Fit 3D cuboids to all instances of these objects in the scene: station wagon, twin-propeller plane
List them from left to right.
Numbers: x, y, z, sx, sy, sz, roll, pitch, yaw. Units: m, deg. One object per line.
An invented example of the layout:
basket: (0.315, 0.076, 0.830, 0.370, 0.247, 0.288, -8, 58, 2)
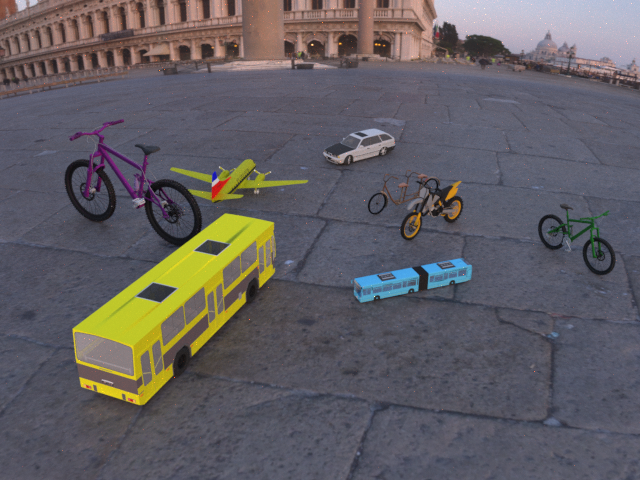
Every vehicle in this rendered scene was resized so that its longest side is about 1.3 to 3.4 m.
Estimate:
twin-propeller plane: (-1.554, -1.164, 12.645, 2.663, 0.792, 2.129, 7, 27, 13)
station wagon: (0.820, -1.974, 14.614, 1.597, 0.473, 0.682, -19, 32, -32)

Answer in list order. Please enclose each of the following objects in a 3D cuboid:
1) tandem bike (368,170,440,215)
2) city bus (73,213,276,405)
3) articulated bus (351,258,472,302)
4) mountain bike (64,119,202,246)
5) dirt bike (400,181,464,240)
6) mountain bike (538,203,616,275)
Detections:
tandem bike: (1.496, -0.901, 12.244, 1.642, 0.682, 0.283, -17, 31, -30)
city bus: (-1.623, 0.741, 8.735, 0.926, 0.894, 3.255, 11, 29, 21)
articulated bus: (1.299, 0.555, 9.781, 1.749, 0.289, 0.311, -10, 28, -18)
mountain bike: (-3.045, -0.888, 11.097, 2.857, 1.688, 1.114, 14, 30, 26)
dirt bike: (1.844, -0.535, 11.319, 1.493, 0.857, 0.527, -21, 34, -36)
mountain bike: (3.808, -0.081, 10.402, 0.573, 0.868, 1.469, -14, 30, -25)
